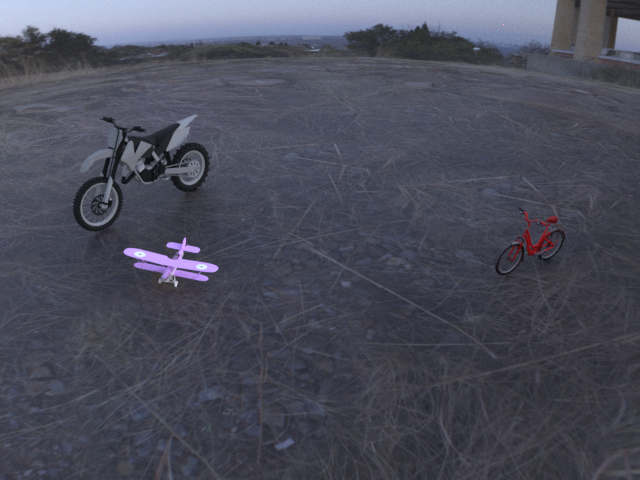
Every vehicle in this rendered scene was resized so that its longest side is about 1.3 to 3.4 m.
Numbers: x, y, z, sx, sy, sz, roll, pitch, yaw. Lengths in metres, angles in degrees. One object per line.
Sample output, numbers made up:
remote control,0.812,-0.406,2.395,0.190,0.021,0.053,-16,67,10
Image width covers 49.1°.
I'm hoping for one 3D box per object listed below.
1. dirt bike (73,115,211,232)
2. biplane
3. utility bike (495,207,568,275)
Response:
dirt bike,-2.945,-1.269,11.776,1.024,1.666,2.903,20,34,32
biplane,-2.070,0.330,10.035,1.336,0.504,1.090,4,29,7
utility bike,3.148,0.010,10.163,1.435,0.946,0.535,-16,32,-27
